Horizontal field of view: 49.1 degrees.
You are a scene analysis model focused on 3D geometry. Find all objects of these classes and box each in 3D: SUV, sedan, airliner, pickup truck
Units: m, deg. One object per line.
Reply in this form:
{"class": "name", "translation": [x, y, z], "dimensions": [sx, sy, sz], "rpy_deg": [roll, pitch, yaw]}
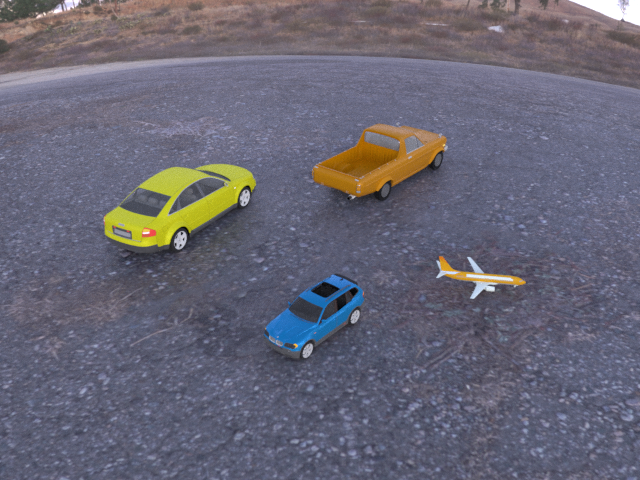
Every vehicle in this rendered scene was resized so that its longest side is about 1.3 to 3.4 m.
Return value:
{"class": "SUV", "translation": [-0.054, 0.962, 9.219], "dimensions": [0.656, 0.580, 1.572], "rpy_deg": [23, 36, 35]}
{"class": "sedan", "translation": [-2.283, -0.738, 11.915], "dimensions": [1.235, 0.940, 3.137], "rpy_deg": [16, 33, 26]}
{"class": "airliner", "translation": [2.363, 0.470, 10.261], "dimensions": [1.307, 0.429, 1.161], "rpy_deg": [4, 29, 7]}
{"class": "pickup truck", "translation": [1.224, -1.622, 13.457], "dimensions": [1.244, 0.993, 3.117], "rpy_deg": [22, 36, 34]}
